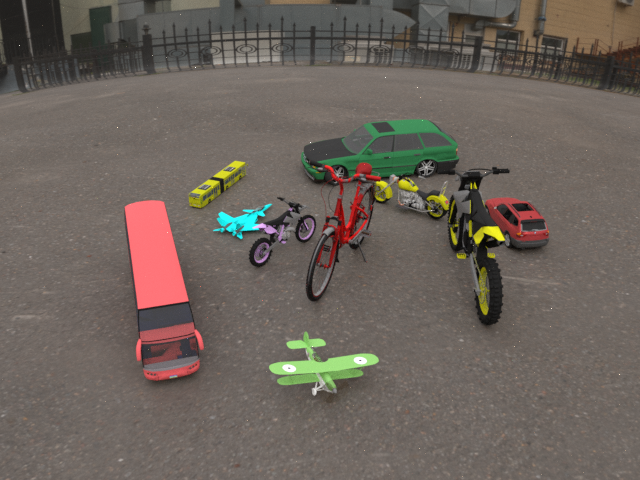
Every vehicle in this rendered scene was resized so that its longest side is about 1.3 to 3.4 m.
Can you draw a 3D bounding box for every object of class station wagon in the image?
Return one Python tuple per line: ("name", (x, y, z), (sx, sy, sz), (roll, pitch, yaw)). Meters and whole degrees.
("station wagon", (1.168, -1.819, 13.960), (3.105, 0.920, 1.327), (-6, 29, -11))

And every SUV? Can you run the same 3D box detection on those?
("SUV", (3.260, -0.378, 11.649), (0.656, 0.580, 1.572), (-4, 29, -7))

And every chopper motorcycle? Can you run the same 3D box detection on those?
("chopper motorcycle", (1.582, -0.861, 12.353), (1.563, 0.761, 0.466), (20, 34, 33))

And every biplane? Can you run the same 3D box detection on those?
("biplane", (0.004, 1.481, 8.286), (1.336, 0.504, 1.090), (-10, 30, -18))

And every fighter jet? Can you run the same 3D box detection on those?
("fighter jet", (-1.209, -0.447, 12.087), (1.147, 0.286, 1.358), (15, 32, 26))

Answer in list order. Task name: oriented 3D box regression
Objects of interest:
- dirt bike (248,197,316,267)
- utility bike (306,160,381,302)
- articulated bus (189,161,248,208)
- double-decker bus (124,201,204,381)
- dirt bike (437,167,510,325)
("dirt bike", (-0.573, -0.170, 10.973), (0.527, 0.857, 1.493), (22, 36, 35))
("utility bike", (0.468, -0.352, 10.277), (1.039, 1.839, 2.791), (11, 30, 19))
("articulated bus", (-1.905, -1.069, 13.237), (0.311, 0.289, 1.749), (11, 30, 20))
("double-decker bus", (-2.173, 0.584, 9.370), (0.756, 1.052, 3.251), (-8, 29, -15))
("dirt bike", (2.194, -0.128, 10.043), (1.024, 1.666, 2.903), (-1, 28, -2))
